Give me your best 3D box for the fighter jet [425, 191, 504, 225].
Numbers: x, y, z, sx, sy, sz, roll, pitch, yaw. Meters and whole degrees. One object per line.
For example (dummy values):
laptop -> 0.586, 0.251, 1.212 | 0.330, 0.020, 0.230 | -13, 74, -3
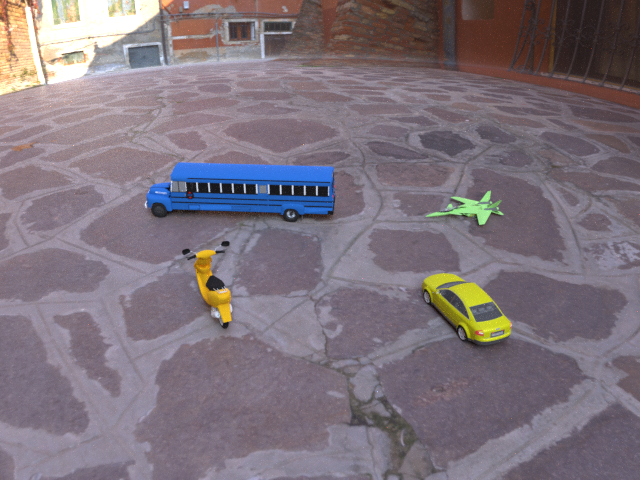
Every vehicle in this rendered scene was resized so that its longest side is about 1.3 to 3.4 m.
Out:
fighter jet -> 2.479, -0.573, 12.252 | 1.358, 0.286, 1.147 | -8, 29, -14

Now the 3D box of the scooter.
scooter -> -1.476, 0.543, 9.531 | 0.662, 0.919, 1.399 | -12, 31, -21

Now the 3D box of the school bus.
school bus -> -1.402, -0.864, 12.202 | 3.322, 0.844, 0.709 | 2, 29, 4

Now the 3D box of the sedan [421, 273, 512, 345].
sedan -> 1.942, 0.838, 9.443 | 0.635, 0.483, 1.613 | -11, 30, -19
